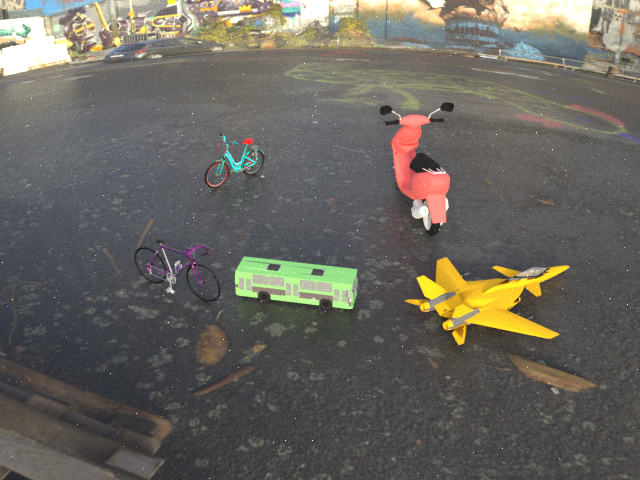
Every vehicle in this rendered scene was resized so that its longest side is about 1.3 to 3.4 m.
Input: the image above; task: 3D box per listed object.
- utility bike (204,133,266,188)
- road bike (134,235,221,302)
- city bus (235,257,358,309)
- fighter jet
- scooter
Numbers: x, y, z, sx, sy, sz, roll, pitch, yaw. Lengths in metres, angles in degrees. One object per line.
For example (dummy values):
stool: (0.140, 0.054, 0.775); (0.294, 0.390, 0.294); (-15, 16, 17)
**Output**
utility bike: (-1.534, -1.511, 13.027); (1.435, 0.946, 0.535); (-25, 38, -36)
road bike: (-2.032, 0.371, 9.843); (1.545, 0.852, 0.358); (16, 33, 25)
city bus: (-0.329, 0.614, 9.814); (1.674, 0.460, 0.476); (6, 30, 10)
fighter jet: (2.588, 0.585, 9.766); (2.640, 0.557, 2.229); (-17, 34, -27)
scooter: (1.673, -1.345, 11.893); (1.288, 1.786, 2.721); (-4, 30, -7)
